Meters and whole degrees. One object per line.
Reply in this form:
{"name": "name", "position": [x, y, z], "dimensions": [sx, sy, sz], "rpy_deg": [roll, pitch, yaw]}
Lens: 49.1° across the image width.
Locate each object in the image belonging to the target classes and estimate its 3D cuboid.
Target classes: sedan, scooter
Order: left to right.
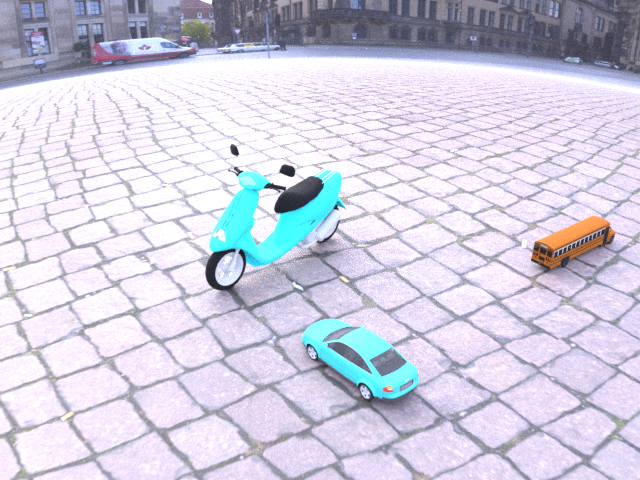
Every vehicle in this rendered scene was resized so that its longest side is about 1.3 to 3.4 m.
{"name": "scooter", "position": [-0.583, -0.464, 10.023], "dimensions": [1.288, 1.786, 2.721], "rpy_deg": [24, 36, 38]}
{"name": "sedan", "position": [0.432, 1.297, 8.090], "dimensions": [0.635, 0.483, 1.613], "rpy_deg": [-22, 35, -35]}

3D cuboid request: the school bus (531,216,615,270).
{"name": "school bus", "position": [3.879, 0.009, 10.573], "dimensions": [1.708, 0.434, 0.365], "rpy_deg": [-20, 34, -32]}
